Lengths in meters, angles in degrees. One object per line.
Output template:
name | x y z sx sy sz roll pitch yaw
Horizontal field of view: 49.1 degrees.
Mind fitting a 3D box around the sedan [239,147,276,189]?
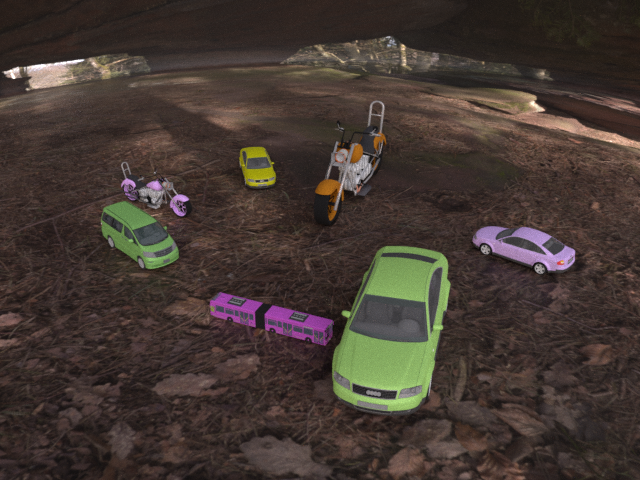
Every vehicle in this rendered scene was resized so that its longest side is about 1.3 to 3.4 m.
sedan | -1.254 -1.498 13.928 0.635 0.483 1.613 -5 29 -10

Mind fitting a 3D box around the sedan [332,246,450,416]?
sedan | 0.970 0.937 8.889 1.235 0.940 3.137 7 29 13

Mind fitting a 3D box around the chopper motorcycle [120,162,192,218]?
chopper motorcycle | -2.952 -0.901 12.518 1.563 0.761 0.466 16 32 27

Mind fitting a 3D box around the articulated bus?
articulated bus | -0.658 1.048 9.372 1.749 0.289 0.311 12 30 21

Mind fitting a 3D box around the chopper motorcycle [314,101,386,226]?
chopper motorcycle | 0.585 -1.456 12.792 0.906 1.480 3.040 11 30 20

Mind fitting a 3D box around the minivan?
minivan | -2.882 -0.085 11.145 0.681 0.616 1.548 -24 36 -37

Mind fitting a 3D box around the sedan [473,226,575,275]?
sedan | 3.178 0.072 10.990 1.613 0.483 0.635 22 35 35
